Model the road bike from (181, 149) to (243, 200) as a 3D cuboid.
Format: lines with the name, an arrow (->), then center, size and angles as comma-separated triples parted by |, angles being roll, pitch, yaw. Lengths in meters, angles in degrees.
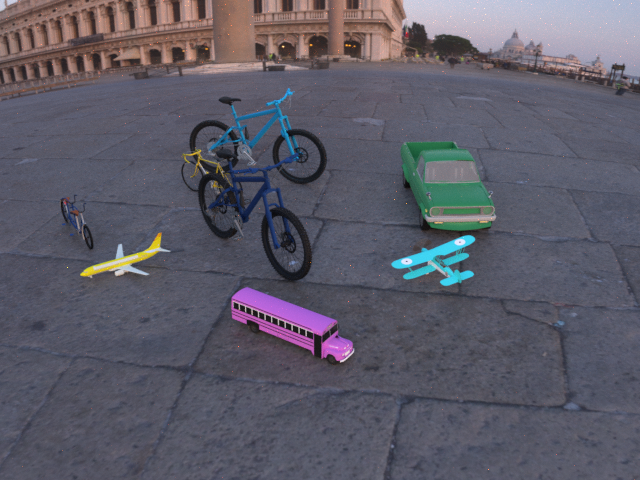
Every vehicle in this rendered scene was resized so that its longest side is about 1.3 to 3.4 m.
road bike -> -1.988, -1.174, 12.732 | 1.545, 0.852, 0.358 | 18, 32, 32

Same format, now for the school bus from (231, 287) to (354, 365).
school bus -> -0.352, 1.058, 8.743 | 1.708, 0.434, 0.365 | 17, 31, 30

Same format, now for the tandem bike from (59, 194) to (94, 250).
tandem bike -> -3.982, -0.394, 11.365 | 0.283, 0.682, 1.642 | -17, 31, -30

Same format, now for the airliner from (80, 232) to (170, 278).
airliner -> -2.923, 0.235, 10.390 | 1.307, 0.429, 1.161 | -17, 31, -30

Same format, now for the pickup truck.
pickup truck -> 2.205, -1.131, 12.490 | 1.244, 0.993, 3.117 | -1, 27, -2

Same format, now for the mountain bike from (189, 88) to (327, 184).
mountain bike -> -1.233, -1.972, 13.393 | 2.857, 1.688, 1.114 | 8, 28, 16

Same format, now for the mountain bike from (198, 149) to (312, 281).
mountain bike -> -1.064, -0.509, 10.472 | 1.114, 1.688, 2.857 | -21, 33, -35

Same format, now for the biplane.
biplane -> 1.709, 0.364, 10.049 | 1.336, 0.504, 1.090 | -11, 29, -20
